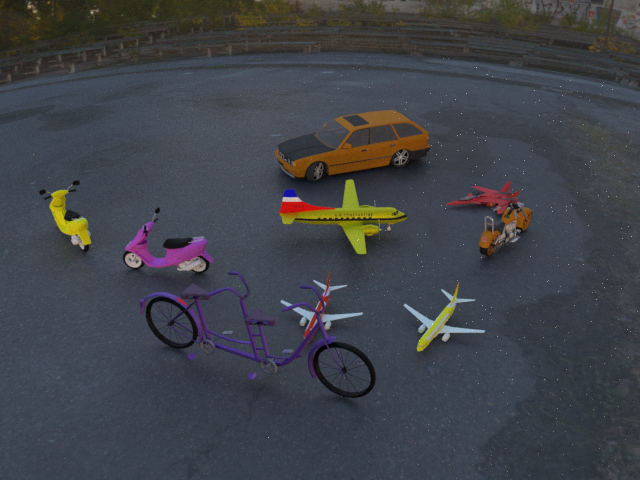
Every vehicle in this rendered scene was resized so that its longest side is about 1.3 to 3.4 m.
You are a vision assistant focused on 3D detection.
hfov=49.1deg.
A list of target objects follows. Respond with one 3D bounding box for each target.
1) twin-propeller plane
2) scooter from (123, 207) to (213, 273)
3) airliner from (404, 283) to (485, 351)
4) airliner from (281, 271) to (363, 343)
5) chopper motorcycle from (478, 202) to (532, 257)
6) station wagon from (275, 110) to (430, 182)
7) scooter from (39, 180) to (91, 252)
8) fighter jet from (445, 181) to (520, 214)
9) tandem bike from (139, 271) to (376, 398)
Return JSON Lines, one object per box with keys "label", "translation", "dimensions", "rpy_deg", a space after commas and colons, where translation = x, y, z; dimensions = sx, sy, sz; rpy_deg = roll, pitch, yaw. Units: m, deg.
{"label": "twin-propeller plane", "translation": [0.398, -0.490, 11.564], "dimensions": [2.129, 0.792, 2.663], "rpy_deg": [-1, 29, -2]}
{"label": "scooter", "translation": [-2.302, 0.070, 10.443], "dimensions": [1.399, 0.919, 0.662], "rpy_deg": [3, 30, 6]}
{"label": "airliner", "translation": [1.579, 1.022, 9.253], "dimensions": [1.161, 0.429, 1.307], "rpy_deg": [17, 34, 28]}
{"label": "airliner", "translation": [-0.021, 0.911, 9.450], "dimensions": [1.161, 0.429, 1.307], "rpy_deg": [8, 30, 13]}
{"label": "chopper motorcycle", "translation": [3.015, -0.278, 11.220], "dimensions": [0.466, 0.761, 1.563], "rpy_deg": [23, 37, 35]}
{"label": "station wagon", "translation": [0.643, -1.963, 14.043], "dimensions": [3.105, 0.920, 1.327], "rpy_deg": [-12, 32, -20]}
{"label": "scooter", "translation": [-4.064, -0.413, 11.298], "dimensions": [0.662, 0.919, 1.399], "rpy_deg": [-22, 36, -33]}
{"label": "fighter jet", "translation": [2.903, -0.783, 12.597], "dimensions": [1.358, 0.286, 1.147], "rpy_deg": [-6, 30, -11]}
{"label": "tandem bike", "translation": [-0.833, 1.027, 8.333], "dimensions": [3.192, 1.326, 0.550], "rpy_deg": [12, 32, 20]}
